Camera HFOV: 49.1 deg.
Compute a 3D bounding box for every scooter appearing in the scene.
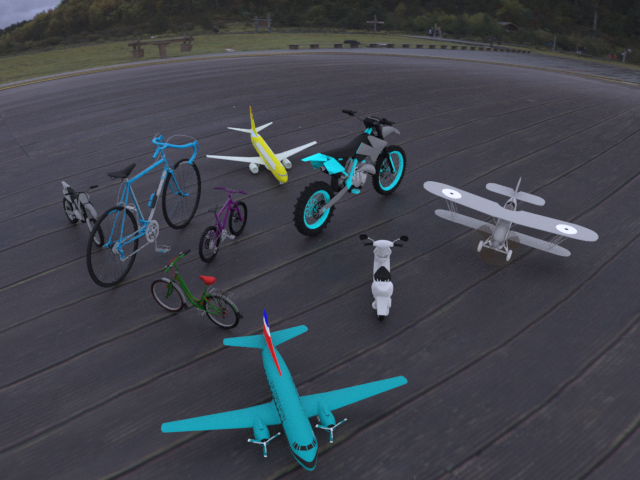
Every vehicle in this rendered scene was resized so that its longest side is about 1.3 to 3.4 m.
[{"bbox_3d":[0.847,0.414,9.486,0.662,0.919,1.399,2,29,4],"label":"scooter"}]

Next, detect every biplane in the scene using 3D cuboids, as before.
[{"bbox_3d":[2.916,-0.342,10.782,2.598,0.981,2.120,11,31,19],"label":"biplane"}]

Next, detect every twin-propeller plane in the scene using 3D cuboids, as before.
[{"bbox_3d":[-0.379,1.580,7.520,2.663,0.792,2.129,-8,30,-14],"label":"twin-propeller plane"}]

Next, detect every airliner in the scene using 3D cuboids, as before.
[{"bbox_3d":[-1.046,-1.847,13.637,2.257,0.835,2.541,-10,31,-17],"label":"airliner"}]

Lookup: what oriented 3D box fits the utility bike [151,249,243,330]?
[{"bbox_3d":[-1.642,0.681,8.977,1.435,0.946,0.535,13,32,23],"label":"utility bike"}]

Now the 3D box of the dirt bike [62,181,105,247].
[{"bbox_3d":[-3.797,-0.475,11.148,0.527,0.857,1.493,-21,36,-33],"label":"dirt bike"}]

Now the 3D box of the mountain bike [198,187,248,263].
[{"bbox_3d":[-1.479,-0.274,10.775,0.573,0.868,1.469,11,31,19],"label":"mountain bike"}]

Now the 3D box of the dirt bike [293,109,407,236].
[{"bbox_3d":[0.569,-1.197,11.613,1.024,1.666,2.903,23,37,35],"label":"dirt bike"}]

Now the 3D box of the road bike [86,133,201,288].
[{"bbox_3d":[-2.556,-0.538,10.439,0.696,1.656,3.004,11,31,18],"label":"road bike"}]
